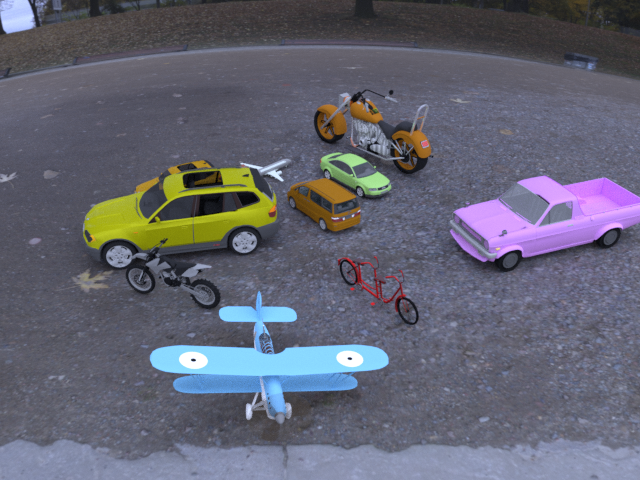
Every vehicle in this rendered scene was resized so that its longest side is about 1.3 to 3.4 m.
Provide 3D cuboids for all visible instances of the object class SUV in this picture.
[{"bbox_3d":[-2.516,-1.001,12.460,1.572,0.580,0.656,-18,35,-27],"label":"SUV"},{"bbox_3d":[-2.156,-0.436,10.965,3.058,1.128,1.276,-7,31,-11],"label":"SUV"}]

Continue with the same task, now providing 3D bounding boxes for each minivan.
[{"bbox_3d":[0.035,-0.690,11.899,0.681,0.616,1.548,-19,36,-29],"label":"minivan"}]

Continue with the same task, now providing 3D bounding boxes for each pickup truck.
[{"bbox_3d":[3.645,-0.423,11.077,3.117,0.993,1.244,-11,32,-18],"label":"pickup truck"}]

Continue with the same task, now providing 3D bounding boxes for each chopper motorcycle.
[{"bbox_3d":[0.967,-2.307,13.785,0.906,1.480,3.040,-24,38,-35],"label":"chopper motorcycle"}]

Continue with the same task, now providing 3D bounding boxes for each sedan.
[{"bbox_3d":[0.653,-1.262,12.997,0.635,0.483,1.613,-22,37,-32],"label":"sedan"}]

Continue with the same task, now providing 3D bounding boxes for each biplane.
[{"bbox_3d":[-0.566,1.369,8.058,2.598,0.981,2.120,-6,31,-10],"label":"biplane"}]

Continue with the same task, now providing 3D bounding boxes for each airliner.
[{"bbox_3d":[-1.012,-1.428,13.330,1.161,0.429,1.307,25,39,36],"label":"airliner"}]

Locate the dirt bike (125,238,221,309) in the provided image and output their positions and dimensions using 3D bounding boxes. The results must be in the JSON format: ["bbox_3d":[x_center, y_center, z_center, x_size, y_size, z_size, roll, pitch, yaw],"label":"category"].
[{"bbox_3d":[-2.066,0.486,9.673,1.493,0.857,0.527,11,32,17],"label":"dirt bike"}]

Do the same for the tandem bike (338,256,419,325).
[{"bbox_3d":[0.783,0.582,9.683,0.283,0.682,1.642,-22,37,-32],"label":"tandem bike"}]
